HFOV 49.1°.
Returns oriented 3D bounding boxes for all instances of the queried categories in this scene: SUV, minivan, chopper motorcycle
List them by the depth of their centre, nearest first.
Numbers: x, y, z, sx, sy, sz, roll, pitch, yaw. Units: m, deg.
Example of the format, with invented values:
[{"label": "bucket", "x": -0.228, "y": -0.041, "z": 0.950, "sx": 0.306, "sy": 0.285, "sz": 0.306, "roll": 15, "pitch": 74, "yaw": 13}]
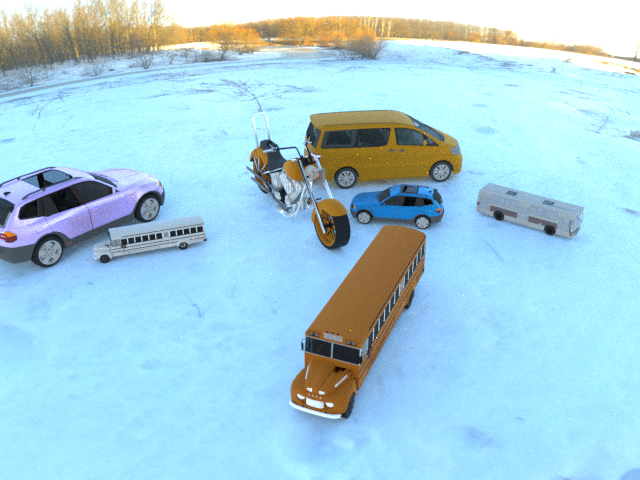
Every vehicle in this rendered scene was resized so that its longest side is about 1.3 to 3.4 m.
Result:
[{"label": "SUV", "x": -3.911, "y": -0.598, "z": 11.121, "sx": 1.276, "sy": 1.128, "sz": 3.058, "roll": 20, "pitch": 34, "yaw": 33}, {"label": "chopper motorcycle", "x": -0.397, "y": -1.027, "z": 11.552, "sx": 0.906, "sy": 1.480, "sz": 3.040, "roll": -15, "pitch": 32, "yaw": -26}, {"label": "SUV", "x": 1.291, "y": -0.609, "z": 11.724, "sx": 1.572, "sy": 0.580, "sz": 0.656, "roll": 5, "pitch": 29, "yaw": 10}, {"label": "minivan", "x": 1.220, "y": -1.794, "z": 13.287, "sx": 3.011, "sy": 1.197, "sz": 1.324, "roll": -5, "pitch": 28, "yaw": -9}]

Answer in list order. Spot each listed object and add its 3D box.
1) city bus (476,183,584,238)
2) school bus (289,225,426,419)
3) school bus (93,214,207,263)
[{"label": "city bus", "x": 3.460, "y": -0.484, "z": 11.617, "sx": 1.674, "sy": 0.460, "sz": 0.476, "roll": 20, "pitch": 34, "yaw": 32}, {"label": "school bus", "x": 0.556, "y": 0.887, "z": 8.642, "sx": 0.709, "sy": 0.844, "sz": 3.322, "roll": 11, "pitch": 30, "yaw": 20}, {"label": "school bus", "x": -2.630, "y": -0.031, "z": 10.796, "sx": 1.708, "sy": 0.434, "sz": 0.365, "roll": -10, "pitch": 30, "yaw": -18}]
